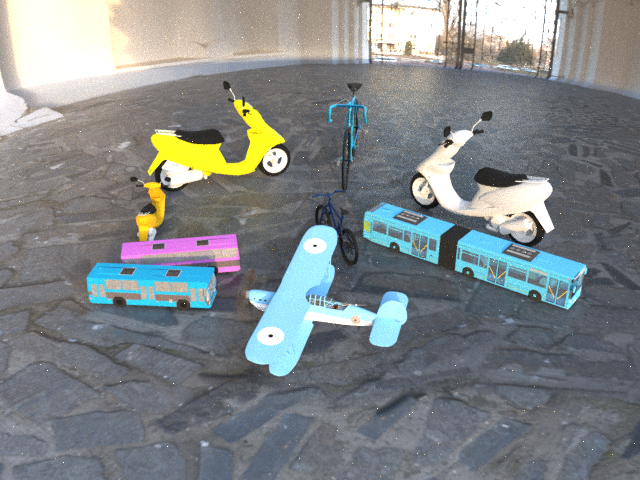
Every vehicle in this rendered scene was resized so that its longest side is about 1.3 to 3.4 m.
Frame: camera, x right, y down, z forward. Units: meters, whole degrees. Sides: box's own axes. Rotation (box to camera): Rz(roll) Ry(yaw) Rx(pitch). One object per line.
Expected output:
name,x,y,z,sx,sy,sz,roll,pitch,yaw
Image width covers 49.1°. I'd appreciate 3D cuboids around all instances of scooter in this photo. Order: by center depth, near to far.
scooter,2.560,-1.017,11.257,1.288,1.786,2.721,-25,37,-38
scooter,-2.710,-0.525,11.258,0.662,0.919,1.399,0,28,1
scooter,-1.831,-1.858,12.837,2.721,1.786,1.288,-11,30,-19

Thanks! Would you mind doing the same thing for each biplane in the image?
biplane,0.007,0.862,8.586,2.120,0.981,2.598,8,29,15

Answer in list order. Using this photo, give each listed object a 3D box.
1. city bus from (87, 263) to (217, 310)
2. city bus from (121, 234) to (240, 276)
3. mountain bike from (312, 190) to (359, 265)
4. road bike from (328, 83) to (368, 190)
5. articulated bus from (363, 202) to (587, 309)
city bus,-2.282,0.638,9.561,1.674,0.460,0.476,2,28,4
city bus,-2.027,0.270,10.253,1.674,0.460,0.476,-5,28,-9
mountain bike,0.245,-0.229,10.755,0.573,0.868,1.469,-12,30,-21
road bike,0.594,-2.099,13.430,0.696,1.656,3.004,4,28,7
articulated bus,2.166,0.169,10.334,3.401,0.561,0.605,20,34,33
